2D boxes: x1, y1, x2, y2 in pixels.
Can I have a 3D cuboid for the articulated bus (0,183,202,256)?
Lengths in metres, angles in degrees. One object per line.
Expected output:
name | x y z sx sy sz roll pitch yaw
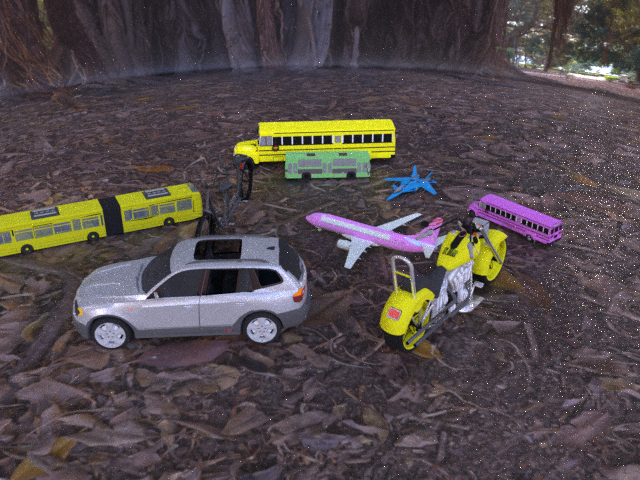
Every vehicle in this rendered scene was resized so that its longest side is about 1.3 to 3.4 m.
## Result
articulated bus | -3.662 -0.362 11.593 3.401 0.561 0.605 -12 30 -23

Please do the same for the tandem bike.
tandem bike | -1.545 -0.795 11.599 0.550 1.326 3.192 5 28 9

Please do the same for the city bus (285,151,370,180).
city bus | 0.145 -1.473 13.848 1.674 0.460 0.476 -1 27 -2

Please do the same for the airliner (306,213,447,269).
airliner | 0.805 -0.260 11.099 2.541 0.835 2.257 18 32 30

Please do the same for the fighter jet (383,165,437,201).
fighter jet | 1.628 -1.044 13.209 1.147 0.286 1.358 20 33 33

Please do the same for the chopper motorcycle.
chopper motorcycle | 1.760 0.349 9.224 0.906 1.480 3.040 20 33 33

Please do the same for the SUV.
SUV | -1.650 0.599 9.123 3.058 1.128 1.276 -2 27 -3

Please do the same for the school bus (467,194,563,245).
school bus | 3.232 -0.379 11.764 0.365 0.434 1.708 -21 34 -34

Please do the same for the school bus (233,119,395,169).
school bus | -0.129 -1.997 14.442 3.322 0.844 0.709 -2 27 -4
